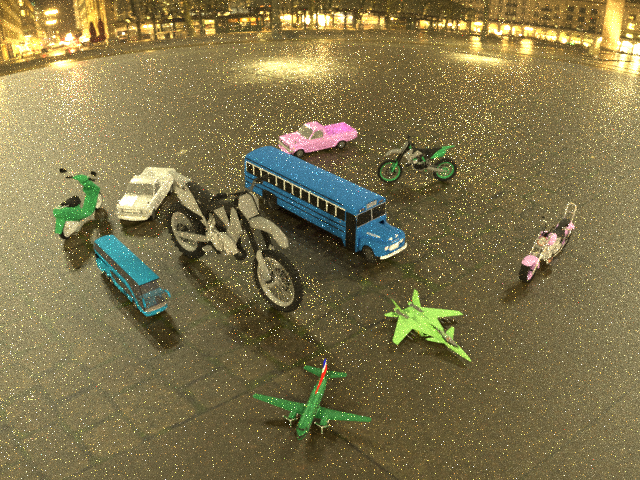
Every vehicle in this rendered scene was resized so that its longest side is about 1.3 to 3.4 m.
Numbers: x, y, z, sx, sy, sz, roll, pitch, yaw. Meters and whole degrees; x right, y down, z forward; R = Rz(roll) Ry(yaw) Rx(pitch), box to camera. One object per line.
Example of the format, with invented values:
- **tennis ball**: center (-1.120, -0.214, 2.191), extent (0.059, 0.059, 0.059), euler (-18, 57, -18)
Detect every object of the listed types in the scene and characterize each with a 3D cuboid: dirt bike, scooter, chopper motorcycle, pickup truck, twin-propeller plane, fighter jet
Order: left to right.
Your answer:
- **scooter**: center (-3.965, -0.660, 11.455), extent (0.662, 0.919, 1.399), euler (7, 32, 11)
- **pickup truck**: center (-3.016, -0.871, 12.204), extent (0.640, 0.511, 1.603), euler (4, 31, 6)
- **dirt bike**: center (-1.283, -0.119, 9.821), extent (2.903, 1.666, 1.024), euler (26, 40, 36)
- **twin-propeller plane**: center (-0.072, 1.790, 7.856), extent (1.370, 0.407, 1.095), euler (9, 32, 14)
- **pickup truck**: center (-0.043, -2.121, 14.294), extent (1.603, 0.511, 0.640), euler (-15, 34, -24)
- **dirt bike**: center (1.799, -1.443, 12.823), extent (1.493, 0.857, 0.527), euler (-2, 31, -4)
- **fighter jet**: center (1.487, 1.132, 9.074), extent (1.147, 0.286, 1.358), euler (-19, 36, -28)
- **chopper motorcycle**: center (3.410, 0.032, 10.451), extent (0.466, 0.761, 1.563), euler (24, 38, 34)

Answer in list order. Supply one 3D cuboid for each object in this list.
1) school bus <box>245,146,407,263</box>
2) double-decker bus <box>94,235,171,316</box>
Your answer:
- **school bus**: center (0.031, -0.647, 11.505), extent (0.709, 0.844, 3.322), euler (-26, 39, -36)
- **double-decker bus**: center (-2.684, 0.498, 9.886), extent (0.389, 0.541, 1.672), euler (-23, 38, -33)
